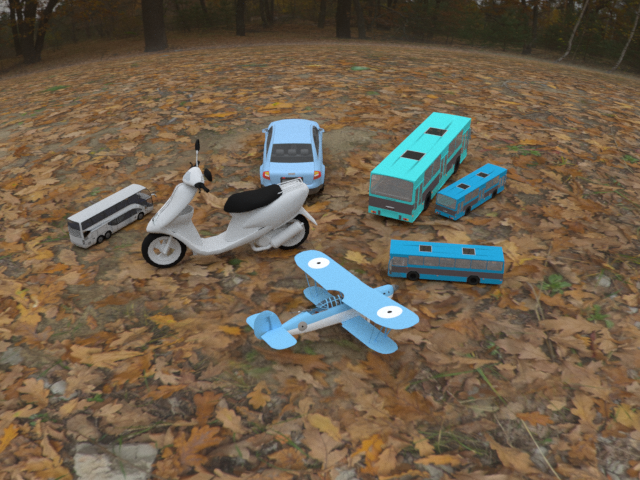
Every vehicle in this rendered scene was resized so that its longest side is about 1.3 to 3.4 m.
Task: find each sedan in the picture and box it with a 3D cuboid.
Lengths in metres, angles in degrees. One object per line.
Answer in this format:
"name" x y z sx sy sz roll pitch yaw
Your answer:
"sedan" -0.520 -1.791 13.565 1.235 0.940 3.137 -1 31 -1

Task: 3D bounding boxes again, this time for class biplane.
"biplane" 0.113 0.898 8.974 2.120 0.981 2.598 -16 34 -25

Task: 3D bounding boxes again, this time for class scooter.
"scooter" -1.375 -0.500 10.549 2.721 1.786 1.288 -8 32 -14

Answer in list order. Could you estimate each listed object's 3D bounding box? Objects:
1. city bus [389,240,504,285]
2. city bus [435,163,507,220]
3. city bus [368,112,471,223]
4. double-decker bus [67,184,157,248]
"city bus" 1.863 0.343 10.426 1.674 0.460 0.476 4 31 6
"city bus" 2.704 -0.852 12.448 0.476 0.460 1.674 25 39 36
"city bus" 1.908 -1.378 12.911 0.926 0.894 3.255 14 34 23
"double-decker bus" -3.439 -0.434 11.661 0.389 0.541 1.672 17 35 27
